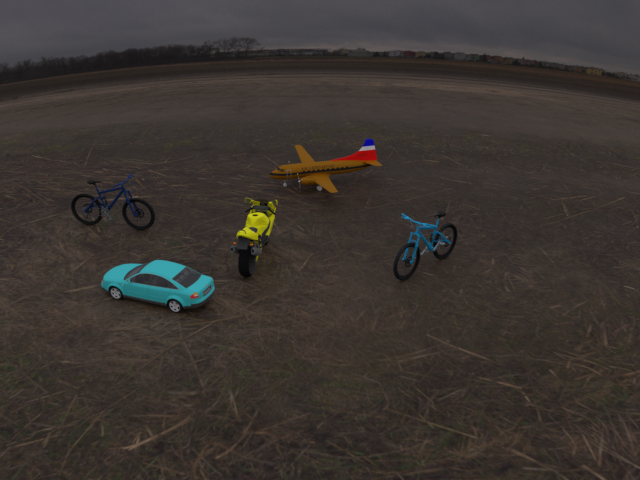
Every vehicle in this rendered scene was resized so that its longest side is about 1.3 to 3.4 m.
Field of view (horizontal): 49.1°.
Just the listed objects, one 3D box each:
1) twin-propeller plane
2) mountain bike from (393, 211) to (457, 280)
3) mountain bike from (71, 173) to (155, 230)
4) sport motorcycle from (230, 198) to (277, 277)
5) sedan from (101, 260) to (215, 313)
[{"bbox_3d":[0.076,-1.452,13.198,2.129,0.792,2.663,-7,27,-14],"label":"twin-propeller plane"},{"bbox_3d":[1.547,0.022,10.105,0.573,0.868,1.469,24,35,39],"label":"mountain bike"},{"bbox_3d":[-3.390,-0.599,11.371,1.469,0.868,0.573,5,27,11],"label":"mountain bike"},{"bbox_3d":[-0.952,-0.078,10.362,0.506,0.821,1.520,4,26,9],"label":"sport motorcycle"},{"bbox_3d":[-2.212,0.550,9.464,1.613,0.483,0.635,9,28,19],"label":"sedan"}]
